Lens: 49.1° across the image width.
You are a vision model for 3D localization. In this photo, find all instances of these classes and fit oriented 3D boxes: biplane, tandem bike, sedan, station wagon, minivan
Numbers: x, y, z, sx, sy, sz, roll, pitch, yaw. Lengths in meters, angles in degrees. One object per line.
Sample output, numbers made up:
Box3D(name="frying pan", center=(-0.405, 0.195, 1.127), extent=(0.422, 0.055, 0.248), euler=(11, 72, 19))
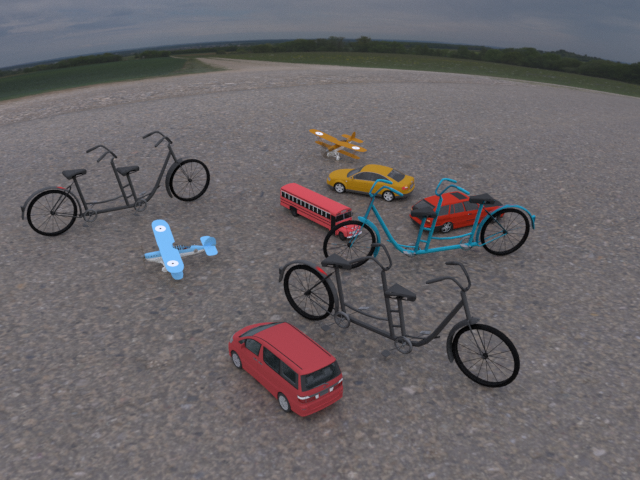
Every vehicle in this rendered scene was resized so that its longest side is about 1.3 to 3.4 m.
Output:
Box3D(name="biplane", center=(-2.015, 0.174, 10.027), extent=(1.090, 0.504, 1.336), euler=(-10, 28, -19))
Box3D(name="tandem bike", center=(0.790, 0.701, 8.050), extent=(3.192, 1.326, 0.550), euler=(17, 31, 31))
Box3D(name="sedan", center=(0.898, -1.089, 12.581), extent=(1.613, 0.483, 0.635), euler=(11, 29, 21))
Box3D(name="tandem bike", center=(-3.243, -0.960, 11.379), extent=(3.192, 1.326, 0.550), euler=(-18, 31, -31))
Box3D(name="station wagon", center=(2.277, -0.516, 11.444), extent=(1.597, 0.473, 0.682), euler=(-11, 29, -22))
Box3D(name="biplane", center=(0.445, -1.934, 14.250), extent=(1.336, 0.504, 1.090), euler=(17, 31, 30))
Box3D(name="tandem bike", center=(1.609, -0.265, 9.986), extent=(3.192, 1.326, 0.550), euler=(-5, 27, -10))
Box3D(name="minivan", center=(-0.419, 1.288, 7.670), extent=(0.681, 0.616, 1.548), euler=(-19, 32, -33))

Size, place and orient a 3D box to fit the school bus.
Box3D(name="school bus", center=(0.002, -0.476, 11.407), extent=(0.365, 0.434, 1.708), euler=(-21, 33, -36))
